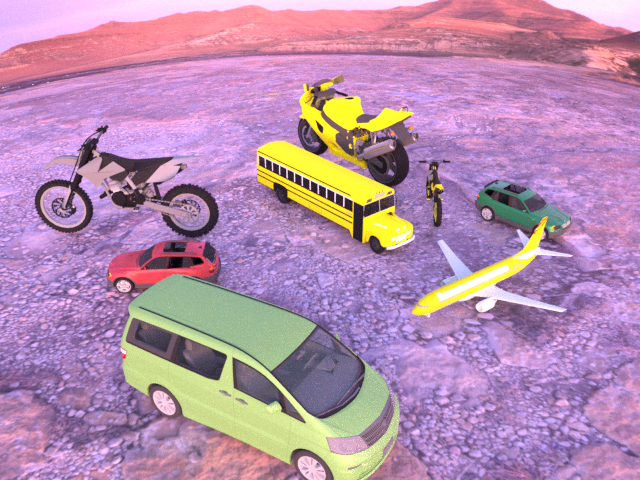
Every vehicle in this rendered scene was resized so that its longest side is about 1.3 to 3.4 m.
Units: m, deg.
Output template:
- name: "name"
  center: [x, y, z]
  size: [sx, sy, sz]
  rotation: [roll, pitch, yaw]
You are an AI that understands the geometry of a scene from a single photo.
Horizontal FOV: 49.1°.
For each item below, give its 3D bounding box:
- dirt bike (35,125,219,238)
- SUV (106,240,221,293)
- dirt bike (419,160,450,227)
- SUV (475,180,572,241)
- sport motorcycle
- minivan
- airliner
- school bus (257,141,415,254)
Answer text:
- name: "dirt bike"
  center: [-3.017, -0.807, 10.725]
  size: [2.903, 1.666, 1.024]
  rotation: [2, 29, 3]
- name: "SUV"
  center: [-2.177, 0.338, 9.768]
  size: [1.572, 0.580, 0.656]
  rotation: [0, 29, -1]
- name: "dirt bike"
  center: [1.900, -0.867, 11.676]
  size: [0.527, 0.857, 1.493]
  rotation: [0, 29, 1]
- name: "SUV"
  center: [3.283, -0.520, 11.331]
  size: [0.656, 0.580, 1.572]
  rotation: [-26, 38, -38]
- name: "sport motorcycle"
  center: [0.575, -2.056, 13.075]
  size: [0.983, 1.596, 2.955]
  rotation: [-23, 36, -36]
- name: "minivan"
  center: [-0.641, 1.358, 7.268]
  size: [3.011, 1.197, 1.324]
  rotation: [16, 32, 26]
- name: "airliner"
  center: [2.211, 0.370, 9.445]
  size: [2.541, 0.835, 2.257]
  rotation: [-19, 34, -30]
- name: "school bus"
  center: [0.189, -0.769, 11.512]
  size: [0.709, 0.844, 3.322]
  rotation: [-22, 36, -35]
